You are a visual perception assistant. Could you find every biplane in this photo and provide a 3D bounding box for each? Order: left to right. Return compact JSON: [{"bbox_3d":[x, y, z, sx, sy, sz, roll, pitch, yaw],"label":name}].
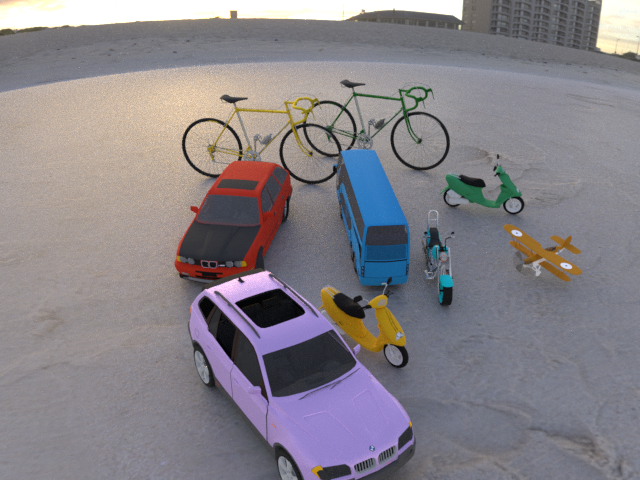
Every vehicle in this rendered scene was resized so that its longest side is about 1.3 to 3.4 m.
[{"bbox_3d":[3.236,0.205,9.966,1.090,0.504,1.336,-18,33,-31],"label":"biplane"}]

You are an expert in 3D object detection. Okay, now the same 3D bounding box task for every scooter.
[{"bbox_3d":[0.491,0.881,8.213,1.399,0.919,0.662,24,36,38],"label":"scooter"},{"bbox_3d":[2.727,-0.918,11.679,1.399,0.919,0.662,8,29,15],"label":"scooter"}]

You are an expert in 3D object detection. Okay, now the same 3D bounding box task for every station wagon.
[{"bbox_3d":[-1.251,-0.410,10.698,1.327,0.920,3.105,4,28,8],"label":"station wagon"}]

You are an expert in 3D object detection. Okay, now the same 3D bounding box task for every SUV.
[{"bbox_3d":[-0.316,1.307,7.165,1.276,1.128,3.058,-16,32,-29],"label":"SUV"}]

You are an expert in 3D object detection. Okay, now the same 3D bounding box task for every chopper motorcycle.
[{"bbox_3d":[1.638,0.226,9.646,0.466,0.761,1.563,0,27,-1],"label":"chopper motorcycle"}]

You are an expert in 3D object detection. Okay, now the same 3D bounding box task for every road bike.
[{"bbox_3d":[-1.078,-1.837,12.649,3.004,1.656,0.697,4,28,9],"label":"road bike"},{"bbox_3d":[1.036,-2.250,13.446,3.004,1.656,0.697,11,29,20],"label":"road bike"}]

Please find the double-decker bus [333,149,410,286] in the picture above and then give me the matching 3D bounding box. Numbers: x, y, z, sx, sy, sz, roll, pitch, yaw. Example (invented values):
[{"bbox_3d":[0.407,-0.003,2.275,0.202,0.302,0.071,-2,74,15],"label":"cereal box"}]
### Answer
[{"bbox_3d":[0.734,-0.472,10.675,0.756,1.052,3.251,-2,28,-4],"label":"double-decker bus"}]
